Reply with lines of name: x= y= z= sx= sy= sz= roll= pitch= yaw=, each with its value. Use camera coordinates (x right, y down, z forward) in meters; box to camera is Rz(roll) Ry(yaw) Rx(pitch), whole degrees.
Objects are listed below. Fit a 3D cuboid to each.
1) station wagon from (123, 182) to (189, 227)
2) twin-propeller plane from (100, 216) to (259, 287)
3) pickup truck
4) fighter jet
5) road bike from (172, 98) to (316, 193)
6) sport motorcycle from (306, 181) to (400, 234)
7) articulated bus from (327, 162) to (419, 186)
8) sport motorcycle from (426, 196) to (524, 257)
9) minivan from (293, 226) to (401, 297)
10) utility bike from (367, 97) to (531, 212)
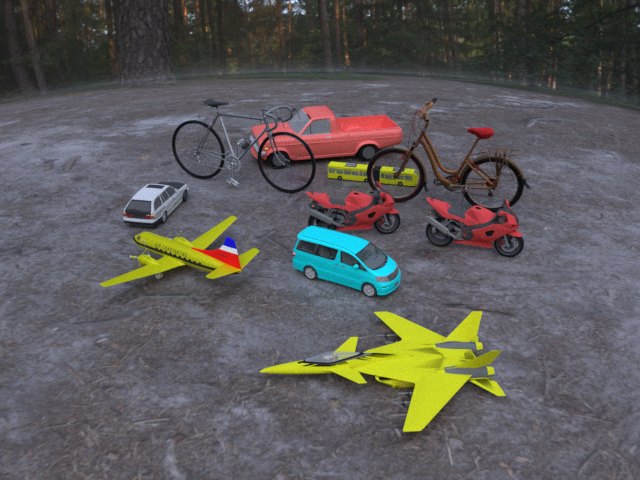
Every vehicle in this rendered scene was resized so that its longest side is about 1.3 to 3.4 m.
station wagon: x=-2.792 y=-0.717 z=12.037 sx=0.682 sy=0.473 sz=1.597 roll=5 pitch=27 yaw=11
twin-propeller plane: x=-1.942 y=0.107 z=9.991 sx=2.129 sy=0.792 sz=2.663 roll=17 pitch=31 yaw=30
pickup truck: x=0.112 y=-2.220 z=14.519 sx=3.117 sy=0.993 sz=1.244 roll=-6 pitch=27 yaw=-13
fighter jet: x=0.640 y=1.285 z=7.850 sx=2.640 sy=0.557 sz=2.229 roll=-2 pitch=26 yaw=-3
road bike: x=-1.460 y=-1.770 z=12.845 sx=3.004 sy=1.656 sz=0.697 roll=10 pitch=28 yaw=20
sport motorcycle: x=0.534 y=-0.452 z=11.101 sx=1.520 sy=0.821 sz=0.506 roll=-2 pitch=26 yaw=-5
articulated bus: x=0.995 y=-1.264 z=13.366 sx=1.749 sy=0.289 sz=0.311 roll=7 pitch=27 yaw=14
sport motorcycle: x=2.332 y=-0.208 z=10.601 sx=1.520 sy=0.821 sz=0.506 roll=10 pitch=28 yaw=19
minivan: x=0.379 y=0.282 z=9.834 sx=1.548 sy=0.616 sz=0.681 roll=15 pitch=30 yaw=28
utility bike: x=2.141 y=-1.337 z=11.751 sx=2.791 sy=1.839 sz=1.039 roll=7 pitch=27 yaw=14
